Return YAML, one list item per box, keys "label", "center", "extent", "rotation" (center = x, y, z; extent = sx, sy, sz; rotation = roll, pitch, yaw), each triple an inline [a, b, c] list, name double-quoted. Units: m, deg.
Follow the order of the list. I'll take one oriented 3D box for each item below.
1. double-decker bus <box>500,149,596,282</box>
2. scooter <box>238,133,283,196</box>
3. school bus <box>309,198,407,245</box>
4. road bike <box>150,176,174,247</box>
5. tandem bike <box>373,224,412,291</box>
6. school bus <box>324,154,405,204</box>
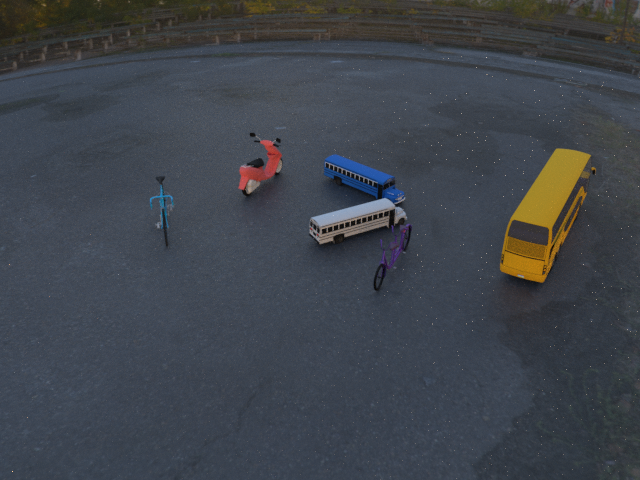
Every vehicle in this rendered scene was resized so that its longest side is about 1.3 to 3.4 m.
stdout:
- label: "double-decker bus"
  center: [3.669, -0.510, 11.108]
  extent: [0.756, 1.052, 3.251]
  rotation: [16, 34, 24]
- label: "scooter"
  center: [-1.065, -1.420, 12.756]
  extent: [0.662, 0.919, 1.399]
  rotation: [15, 34, 24]
- label: "school bus"
  center: [0.654, -0.324, 11.398]
  extent: [1.708, 0.434, 0.365]
  rotation: [-16, 34, -24]
- label: "road bike"
  center: [-2.540, -0.539, 11.350]
  extent: [0.358, 0.852, 1.545]
  rotation: [-6, 31, -10]
- label: "tandem bike"
  center: [1.105, 0.125, 10.408]
  extent: [0.283, 0.682, 1.642]
  rotation: [13, 33, 21]
- label: "school bus"
  center: [0.802, -1.092, 12.680]
  extent: [1.708, 0.434, 0.365]
  rotation: [26, 40, 36]
